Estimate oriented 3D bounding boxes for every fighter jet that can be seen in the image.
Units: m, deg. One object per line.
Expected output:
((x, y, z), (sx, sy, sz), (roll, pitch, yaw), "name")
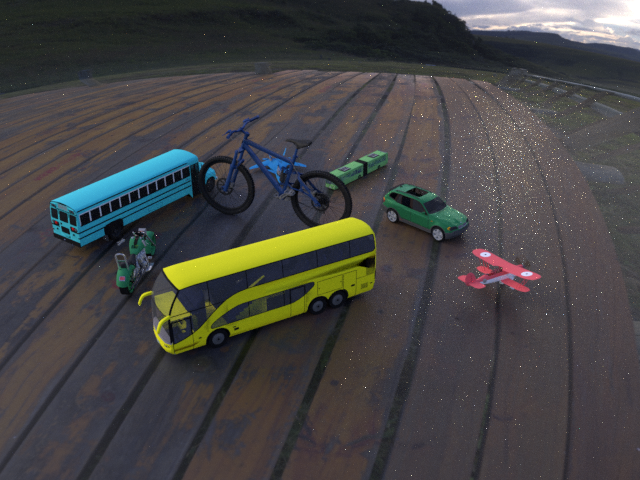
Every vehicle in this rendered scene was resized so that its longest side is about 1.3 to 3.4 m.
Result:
((-0.837, -1.480, 14.013), (1.147, 0.286, 1.358), (-3, 28, -5), "fighter jet")

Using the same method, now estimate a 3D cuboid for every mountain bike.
((-0.802, -1.062, 11.763), (2.857, 1.688, 1.114), (11, 30, 19), "mountain bike")

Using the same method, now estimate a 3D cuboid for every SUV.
((1.782, -0.507, 11.901), (1.572, 0.580, 0.656), (25, 37, 38), "SUV")

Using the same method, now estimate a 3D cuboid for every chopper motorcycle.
((-2.720, 0.189, 10.420), (0.466, 0.761, 1.563), (1, 28, 2), "chopper motorcycle")

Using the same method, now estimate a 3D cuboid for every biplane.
((2.525, 0.503, 10.108), (1.090, 0.504, 1.336), (-13, 31, -23), "biplane")

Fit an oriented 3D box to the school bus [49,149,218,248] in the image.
((-3.100, -0.838, 12.237), (0.709, 0.844, 3.322), (18, 33, 30), "school bus")

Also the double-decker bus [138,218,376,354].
((-0.731, 0.586, 9.378), (3.251, 1.052, 0.756), (-16, 32, -26), "double-decker bus")

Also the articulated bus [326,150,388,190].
((0.741, -1.404, 13.870), (0.311, 0.289, 1.749), (22, 35, 35), "articulated bus")
